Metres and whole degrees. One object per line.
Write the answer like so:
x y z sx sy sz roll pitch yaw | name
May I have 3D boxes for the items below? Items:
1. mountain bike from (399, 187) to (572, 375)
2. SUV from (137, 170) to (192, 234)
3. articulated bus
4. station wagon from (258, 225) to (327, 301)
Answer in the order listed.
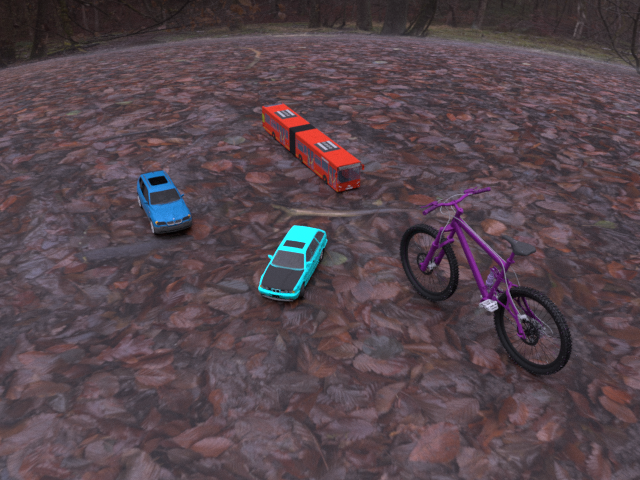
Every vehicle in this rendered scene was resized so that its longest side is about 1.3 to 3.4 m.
1.969 0.427 8.661 1.114 1.688 2.857 -20 36 -29 | mountain bike
-2.589 -0.653 11.505 0.656 0.580 1.572 -13 34 -21 | SUV
-0.242 -1.857 13.506 0.605 0.561 3.401 -15 34 -23 | articulated bus
-0.376 0.276 10.078 0.682 0.473 1.597 9 32 14 | station wagon
